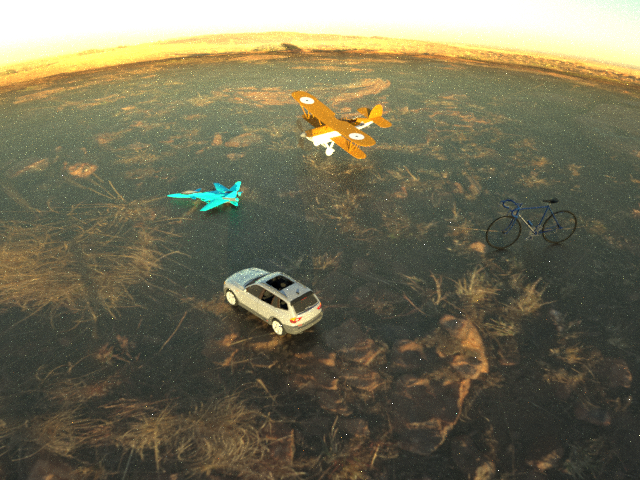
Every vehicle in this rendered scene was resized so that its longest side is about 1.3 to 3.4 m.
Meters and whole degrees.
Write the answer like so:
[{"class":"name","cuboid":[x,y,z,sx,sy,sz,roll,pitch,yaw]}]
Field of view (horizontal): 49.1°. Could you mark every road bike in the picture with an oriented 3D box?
[{"class":"road bike","cuboid":[3.356,-0.273,11.030,1.545,0.852,0.358,-5,30,-9]}]

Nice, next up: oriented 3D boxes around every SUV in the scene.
[{"class":"SUV","cuboid":[-0.661,0.738,9.524,1.572,0.580,0.656,26,39,38]}]

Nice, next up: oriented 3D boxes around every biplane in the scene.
[{"class":"biplane","cuboid":[0.494,-2.348,14.555,2.120,0.981,2.598,-19,35,-30]}]

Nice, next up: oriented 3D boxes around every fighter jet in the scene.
[{"class":"fighter jet","cuboid":[-2.102,-0.855,12.626,1.358,0.286,1.147,2,30,4]}]
